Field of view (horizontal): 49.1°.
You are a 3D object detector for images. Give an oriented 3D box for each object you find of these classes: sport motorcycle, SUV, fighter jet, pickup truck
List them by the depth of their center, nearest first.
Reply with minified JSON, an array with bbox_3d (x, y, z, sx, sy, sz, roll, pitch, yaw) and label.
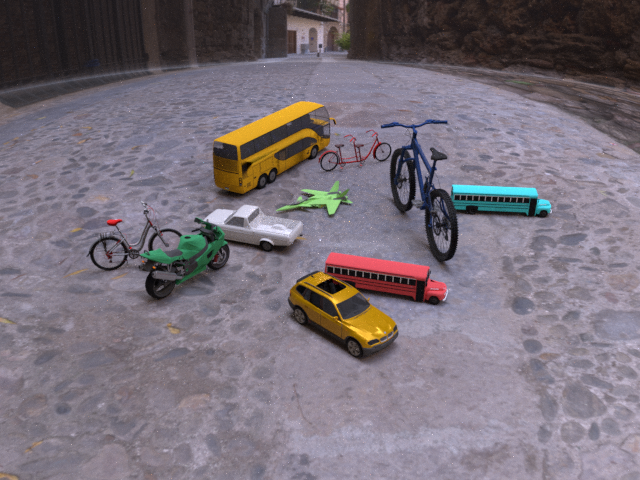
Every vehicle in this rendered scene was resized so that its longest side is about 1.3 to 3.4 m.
[{"bbox_3d":[0.273,0.892,8.883,0.656,0.580,1.572,-24,36,-38],"label":"SUV"},{"bbox_3d":[-1.860,0.247,9.851,0.506,0.821,1.520,22,35,35],"label":"sport motorcycle"},{"bbox_3d":[-1.087,-0.236,11.101,1.603,0.511,0.640,10,29,18],"label":"pickup truck"},{"bbox_3d":[-0.153,-0.721,12.262,1.358,0.286,1.147,-13,31,-23],"label":"fighter jet"}]

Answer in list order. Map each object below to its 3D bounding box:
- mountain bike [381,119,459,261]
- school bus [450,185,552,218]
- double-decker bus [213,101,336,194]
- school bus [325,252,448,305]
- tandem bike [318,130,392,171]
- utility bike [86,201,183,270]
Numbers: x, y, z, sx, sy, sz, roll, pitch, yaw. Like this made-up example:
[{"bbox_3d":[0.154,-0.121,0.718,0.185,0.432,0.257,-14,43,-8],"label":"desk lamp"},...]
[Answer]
[{"bbox_3d":[1.614,-0.892,11.083,1.114,1.688,2.857,-6,28,-11],"label":"mountain bike"},{"bbox_3d":[3.108,-0.679,12.026,1.708,0.434,0.365,3,28,5],"label":"school bus"},{"bbox_3d":[-0.831,-1.880,13.643,0.756,1.052,3.251,16,32,28],"label":"double-decker bus"},{"bbox_3d":[0.919,0.525,9.737,1.708,0.434,0.365,8,29,15],"label":"school bus"},{"bbox_3d":[0.711,-1.776,13.843,1.642,0.682,0.283,-13,30,-22],"label":"tandem bike"},{"bbox_3d":[-2.728,-0.063,10.306,1.435,0.946,0.535,-8,29,-15],"label":"utility bike"}]
